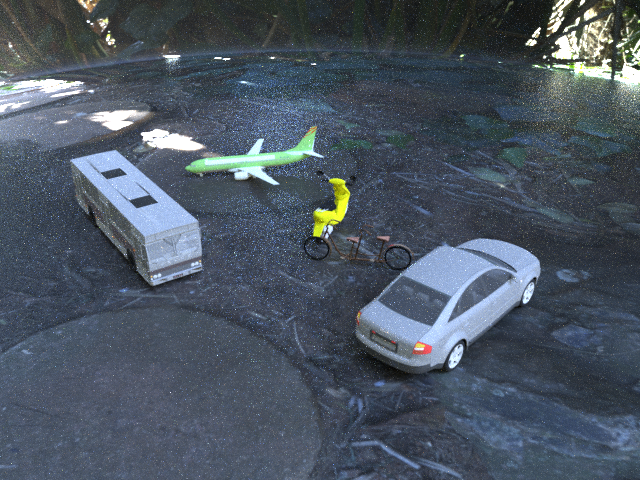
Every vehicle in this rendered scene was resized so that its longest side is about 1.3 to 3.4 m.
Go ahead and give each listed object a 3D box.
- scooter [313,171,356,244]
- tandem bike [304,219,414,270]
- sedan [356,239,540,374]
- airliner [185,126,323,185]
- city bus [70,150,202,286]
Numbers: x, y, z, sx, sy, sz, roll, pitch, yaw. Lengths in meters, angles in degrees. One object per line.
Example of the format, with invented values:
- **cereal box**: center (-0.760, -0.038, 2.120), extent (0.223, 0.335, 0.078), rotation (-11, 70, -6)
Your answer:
- **scooter**: center (0.196, -0.569, 11.059), extent (0.662, 0.919, 1.399), rotation (11, 31, 19)
- **tandem bike**: center (0.553, 0.072, 10.147), extent (1.642, 0.682, 0.283), rotation (7, 30, 12)
- **sedan**: center (1.738, 0.614, 8.900), extent (1.235, 0.940, 3.137), rotation (24, 37, 36)
- **airliner**: center (-1.259, -1.646, 13.091), extent (2.541, 0.835, 2.257), rotation (-5, 29, -10)
- **city bus**: center (-2.898, -0.405, 10.788), extent (0.926, 0.894, 3.255), rotation (-18, 34, -30)
